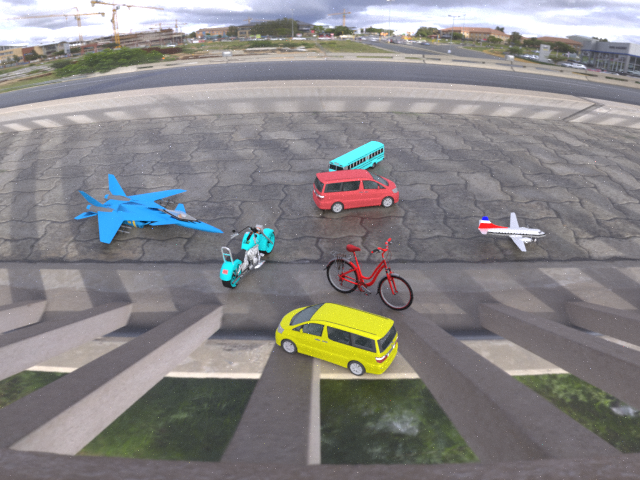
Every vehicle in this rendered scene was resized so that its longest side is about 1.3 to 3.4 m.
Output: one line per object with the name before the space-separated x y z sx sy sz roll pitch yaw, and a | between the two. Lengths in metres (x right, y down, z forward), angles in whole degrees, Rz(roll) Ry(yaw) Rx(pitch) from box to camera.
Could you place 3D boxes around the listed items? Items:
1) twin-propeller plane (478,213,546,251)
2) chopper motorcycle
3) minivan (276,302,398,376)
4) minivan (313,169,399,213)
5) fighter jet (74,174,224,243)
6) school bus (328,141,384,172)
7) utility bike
twin-propeller plane | 3.145 -0.178 11.439 1.095 0.407 1.370 3 29 6
chopper motorcycle | -1.062 0.125 10.507 0.466 0.761 1.563 11 30 19
minivan | 0.184 1.162 8.743 1.548 0.616 0.681 14 31 24
minivan | 0.660 -0.925 12.601 1.548 0.616 0.681 -7 29 -13
fighter jet | -2.796 -0.525 11.924 2.640 0.557 2.229 12 31 21
school bus | 0.664 -1.510 13.875 0.365 0.434 1.708 20 34 33
utility bike | 0.689 0.413 9.781 1.435 0.946 0.535 16 32 28
